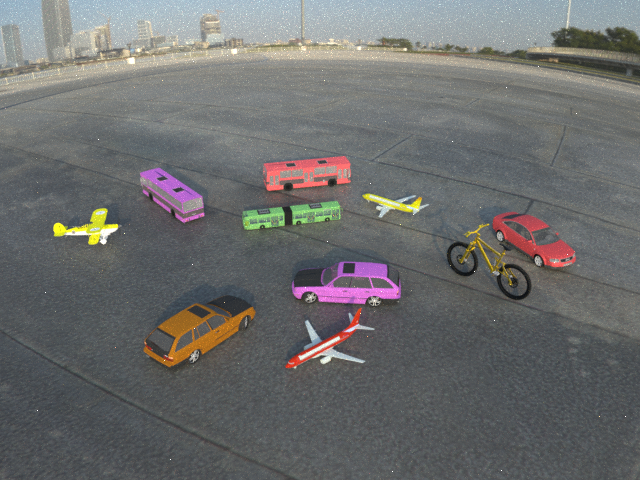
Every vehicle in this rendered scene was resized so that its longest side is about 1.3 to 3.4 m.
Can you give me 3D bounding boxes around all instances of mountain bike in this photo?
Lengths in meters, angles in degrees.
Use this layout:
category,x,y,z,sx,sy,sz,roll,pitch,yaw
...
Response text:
category,x,y,z,sx,sy,sz,roll,pitch,yaw
mountain bike,2.503,0.316,10.389,0.573,0.868,1.469,-25,37,-38

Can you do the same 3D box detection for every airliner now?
category,x,y,z,sx,sy,sz,roll,pitch,yaw
airliner,0.070,1.285,9.079,1.307,0.429,1.161,-22,36,-34
airliner,1.308,-0.746,12.782,1.307,0.429,1.161,21,35,34

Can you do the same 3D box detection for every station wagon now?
category,x,y,z,sx,sy,sz,roll,pitch,yaw
station wagon,-1.566,1.127,9.321,0.682,0.473,1.597,21,35,33
station wagon,0.386,0.607,10.270,1.597,0.473,0.682,2,29,4

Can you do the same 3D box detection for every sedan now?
category,x,y,z,sx,sy,sz,roll,pitch,yaw
sedan,3.493,-0.053,11.461,0.635,0.483,1.613,-13,31,-23

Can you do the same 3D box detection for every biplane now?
category,x,y,z,sx,sy,sz,roll,pitch,yaw
biplane,-3.862,-0.183,11.676,1.090,0.504,1.336,-5,29,-10

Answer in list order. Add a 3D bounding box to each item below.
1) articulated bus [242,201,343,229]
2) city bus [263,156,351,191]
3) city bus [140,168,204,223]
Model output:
category,x,y,z,sx,sy,sz,roll,pitch,yaw
articulated bus,-0.484,-0.435,12.360,1.749,0.289,0.311,-7,30,-12
city bus,-0.254,-1.289,13.740,1.674,0.460,0.476,-7,29,-12
city bus,-2.736,-0.821,12.887,0.476,0.460,1.674,-21,35,-33
